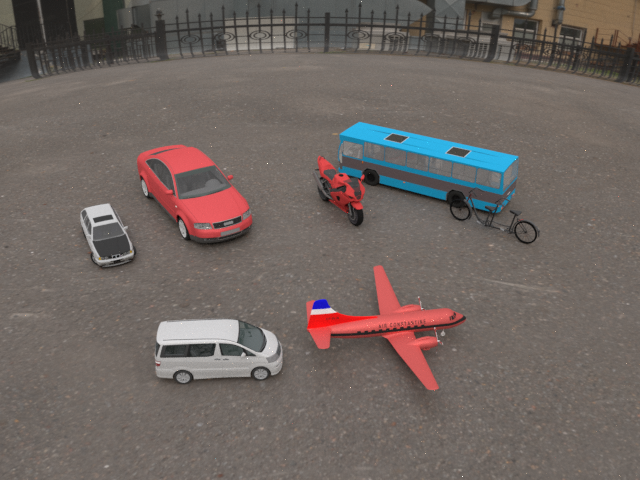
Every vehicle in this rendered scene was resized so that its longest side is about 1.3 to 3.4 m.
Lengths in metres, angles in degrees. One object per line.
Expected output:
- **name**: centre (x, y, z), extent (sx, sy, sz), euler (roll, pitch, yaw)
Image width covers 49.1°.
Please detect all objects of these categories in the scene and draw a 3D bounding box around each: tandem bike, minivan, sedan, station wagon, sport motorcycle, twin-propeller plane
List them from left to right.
- **station wagon**: centre (-3.446, -0.126, 11.262), extent (0.682, 0.473, 1.597), euler (-14, 33, -22)
- **sedan**: centre (-2.245, -0.959, 12.226), extent (1.235, 0.940, 3.137), euler (-17, 34, -27)
- **minivan**: centre (-1.239, 1.331, 8.625), extent (1.548, 0.616, 0.681), euler (-2, 30, -3)
- **sport motorcycle**: centre (0.344, -0.862, 12.178), extent (0.506, 0.821, 1.520), euler (-15, 33, -24)
- **twin-propeller plane**: centre (0.882, 1.004, 9.011), extent (2.129, 0.792, 2.663), euler (-5, 31, -8)
- **tandem bike**: centre (2.876, -0.433, 11.581), extent (1.642, 0.682, 0.283), euler (23, 37, 34)

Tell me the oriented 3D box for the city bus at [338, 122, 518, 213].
- **city bus**: centre (1.926, -1.344, 12.931), extent (3.255, 0.894, 0.926), euler (17, 35, 27)
